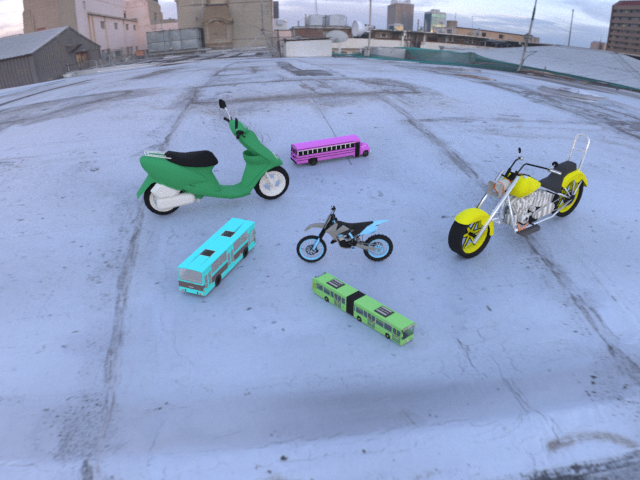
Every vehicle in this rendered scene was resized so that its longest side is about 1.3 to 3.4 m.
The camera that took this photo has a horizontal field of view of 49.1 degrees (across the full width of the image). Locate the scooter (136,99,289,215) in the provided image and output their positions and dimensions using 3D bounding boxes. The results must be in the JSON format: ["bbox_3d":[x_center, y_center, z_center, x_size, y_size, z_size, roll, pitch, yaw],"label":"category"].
[{"bbox_3d":[-1.847,-1.379,12.147,2.721,1.786,1.288,-9,30,-17],"label":"scooter"}]

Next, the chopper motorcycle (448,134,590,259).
[{"bbox_3d":[3.276,-0.738,11.297,3.040,1.480,0.906,-19,34,-30],"label":"chopper motorcycle"}]

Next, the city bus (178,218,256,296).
[{"bbox_3d":[-1.519,0.245,10.567,0.476,0.460,1.674,11,31,19],"label":"city bus"}]

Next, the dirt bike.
[{"bbox_3d":[0.383,-0.036,10.665,1.493,0.857,0.527,-1,29,-3],"label":"dirt bike"}]

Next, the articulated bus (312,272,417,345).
[{"bbox_3d":[0.561,0.909,9.534,0.311,0.289,1.749,-24,37,-36],"label":"articulated bus"}]

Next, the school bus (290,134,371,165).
[{"bbox_3d":[0.243,-1.868,14.443,1.708,0.434,0.365,-12,31,-21],"label":"school bus"}]
